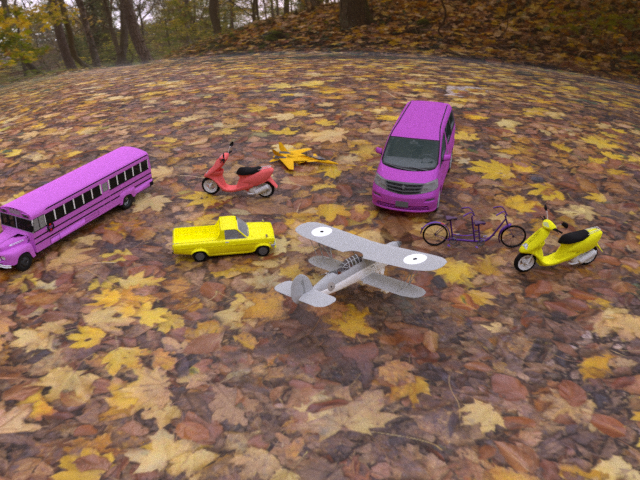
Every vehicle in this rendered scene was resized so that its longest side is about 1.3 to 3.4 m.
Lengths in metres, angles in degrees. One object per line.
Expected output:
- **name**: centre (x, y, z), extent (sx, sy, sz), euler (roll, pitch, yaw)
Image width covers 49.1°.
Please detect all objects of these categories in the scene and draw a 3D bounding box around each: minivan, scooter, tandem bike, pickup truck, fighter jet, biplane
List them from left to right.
- **pickup truck**: centre (-1.484, -0.059, 10.808), extent (1.603, 0.511, 0.640), euler (-5, 29, -9)
- **scooter**: centre (-1.452, -1.206, 12.460), extent (1.399, 0.919, 0.662), euler (4, 29, 7)
- **fighter jet**: centre (-0.282, -1.678, 13.967), extent (1.358, 0.286, 1.147), euler (9, 30, 16)
- **biplane**: centre (0.381, 0.407, 9.480), extent (2.120, 0.981, 2.598), euler (-25, 38, -37)
- **minivan**: centre (1.779, -1.570, 12.832), extent (1.324, 1.197, 3.011), euler (8, 30, 14)
- **tandem bike**: centre (2.390, -0.194, 10.875), extent (1.642, 0.682, 0.283), euler (2, 29, 3)
- **scooter**: centre (3.531, 0.011, 10.260), extent (1.399, 0.919, 0.662), euler (-6, 29, -11)

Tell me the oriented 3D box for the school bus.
- **school bus**: centre (-4.044, -0.583, 11.410), extent (0.709, 0.844, 3.322), euler (13, 32, 23)
